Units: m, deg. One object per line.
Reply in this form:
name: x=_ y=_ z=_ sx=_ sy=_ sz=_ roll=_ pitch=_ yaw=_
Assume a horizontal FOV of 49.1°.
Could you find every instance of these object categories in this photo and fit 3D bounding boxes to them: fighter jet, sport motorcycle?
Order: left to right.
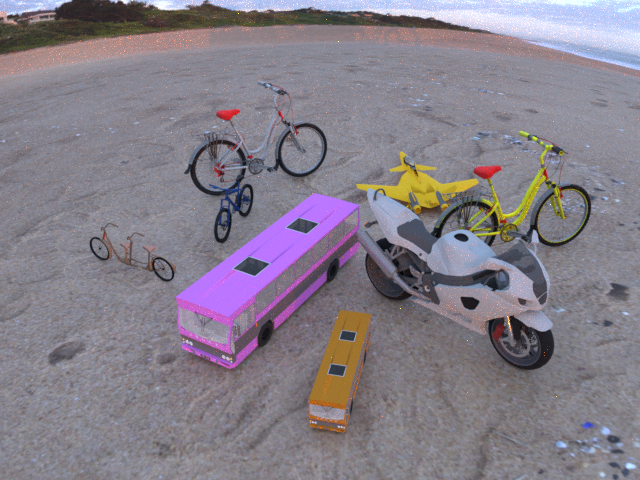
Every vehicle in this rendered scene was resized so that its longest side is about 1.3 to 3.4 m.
fighter jet: x=1.747 y=-1.246 z=12.780 sx=2.229 sy=0.557 sz=2.640 roll=-3 pitch=31 yaw=-5
sport motorcycle: x=1.677 y=0.452 z=8.865 sx=0.983 sy=1.596 sz=2.955 roll=-26 pitch=39 yaw=-37

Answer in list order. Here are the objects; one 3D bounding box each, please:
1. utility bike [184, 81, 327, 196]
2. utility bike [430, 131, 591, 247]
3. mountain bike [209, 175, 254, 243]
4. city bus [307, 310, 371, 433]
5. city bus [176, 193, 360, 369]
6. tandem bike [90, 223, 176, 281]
utility bike: x=-1.157 y=-1.852 z=12.547 sx=2.791 sy=1.839 sz=1.039 roll=-15 pitch=33 yaw=-23
utility bike: x=2.868 y=-0.631 z=10.469 sx=2.791 sy=1.839 sz=1.039 roll=-9 pitch=32 yaw=-15
mountain bike: x=-1.393 y=-0.583 z=11.346 sx=0.573 sy=0.868 sz=1.469 roll=9 pitch=32 yaw=15
city bus: x=0.260 y=1.501 z=8.203 sx=0.476 sy=0.460 sz=1.674 roll=7 pitch=31 yaw=11
city bus: x=-0.565 y=0.456 z=9.551 sx=0.926 sy=0.894 sz=3.255 roll=17 pitch=34 yaw=26
tandem bike: x=-2.780 y=0.162 z=10.262 sx=1.642 sy=0.682 sz=0.283 roll=15 pitch=34 yaw=24
